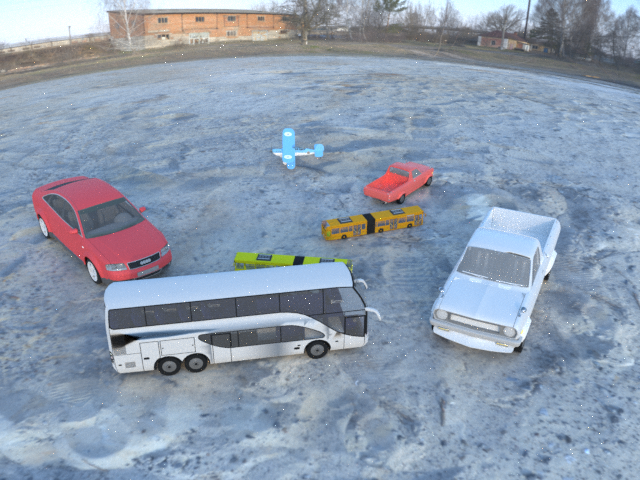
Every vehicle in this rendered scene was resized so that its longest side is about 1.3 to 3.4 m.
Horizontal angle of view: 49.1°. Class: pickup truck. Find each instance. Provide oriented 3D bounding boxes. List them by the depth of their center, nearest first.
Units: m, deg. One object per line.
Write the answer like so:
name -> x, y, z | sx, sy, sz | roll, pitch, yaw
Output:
pickup truck -> 2.510, 0.355, 9.658 | 1.244, 0.993, 3.117 | 13, 32, 22
pickup truck -> 1.460, -1.101, 12.767 | 0.640, 0.511, 1.603 | 21, 35, 32

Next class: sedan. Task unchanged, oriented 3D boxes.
sedan -> -3.447, -0.297, 10.884 | 1.235, 0.940, 3.137 | -22, 36, -34

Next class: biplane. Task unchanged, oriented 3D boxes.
biplane -> -0.464, -1.760, 13.957 | 1.090, 0.504, 1.336 | -1, 29, -2

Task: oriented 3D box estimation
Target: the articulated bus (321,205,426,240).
articulated bus -> 0.885, -0.282, 11.526 | 1.749, 0.289, 0.311 | -10, 31, -17

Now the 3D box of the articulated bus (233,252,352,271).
articulated bus -> -0.405, 0.398, 10.304 | 1.749, 0.289, 0.311 | 4, 29, 7

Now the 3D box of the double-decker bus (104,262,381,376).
double-decker bus -> -0.920, 0.934, 8.559 | 3.251, 1.052, 0.756 | -5, 30, -9
